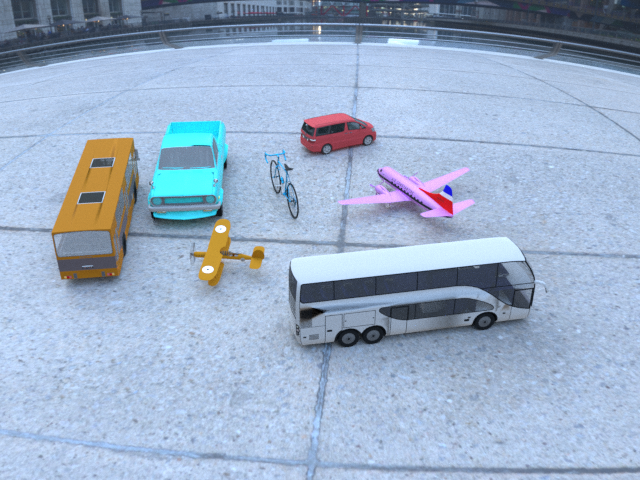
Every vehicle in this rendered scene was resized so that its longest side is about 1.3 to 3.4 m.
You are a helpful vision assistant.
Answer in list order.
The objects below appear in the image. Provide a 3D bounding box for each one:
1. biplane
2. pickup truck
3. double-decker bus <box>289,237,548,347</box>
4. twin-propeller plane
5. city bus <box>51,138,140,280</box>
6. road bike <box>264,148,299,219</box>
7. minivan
[{"bbox_3d":[-1.338,0.251,10.061,1.090,0.504,1.336,3,31,5],"label":"biplane"},{"bbox_3d":[-2.274,-1.397,12.315,1.244,0.993,3.117,-2,31,-4],"label":"pickup truck"},{"bbox_3d":[1.221,0.635,8.897,3.251,1.052,0.756,-6,32,-9],"label":"double-decker bus"},{"bbox_3d":[1.558,-0.897,11.683,2.663,0.792,2.129,-16,35,-25],"label":"twin-propeller plane"},{"bbox_3d":[-3.431,-0.562,11.029,0.926,0.894,3.255,-4,31,-6],"label":"city bus"},{"bbox_3d":[-0.612,-0.978,11.759,0.358,0.852,1.545,-11,33,-17],"label":"road bike"},{"bbox_3d":[0.389,-2.177,13.969,1.548,0.616,0.681,-15,34,-23],"label":"minivan"}]
